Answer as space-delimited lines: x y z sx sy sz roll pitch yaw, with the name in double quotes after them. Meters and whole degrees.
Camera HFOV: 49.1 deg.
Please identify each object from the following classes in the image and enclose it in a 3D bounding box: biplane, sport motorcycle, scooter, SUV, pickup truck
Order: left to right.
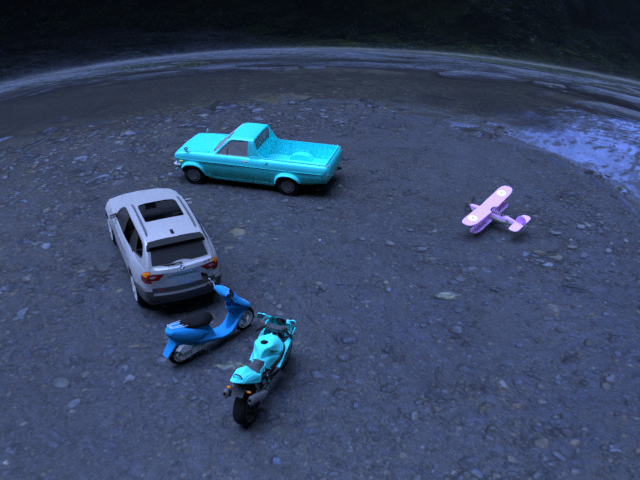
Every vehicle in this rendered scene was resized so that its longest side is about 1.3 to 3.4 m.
-2.430 -0.133 10.554 1.276 1.128 3.058 -13 32 -21 "SUV"
-1.393 0.970 8.848 1.399 0.919 0.662 -26 39 -37 "scooter"
-1.171 -1.617 13.266 3.117 0.993 1.244 8 31 13 "pickup truck"
-0.646 1.445 8.121 0.506 0.821 1.520 10 32 17 "sport motorcycle"
2.917 -0.402 11.645 1.090 0.504 1.336 25 38 36 "biplane"
